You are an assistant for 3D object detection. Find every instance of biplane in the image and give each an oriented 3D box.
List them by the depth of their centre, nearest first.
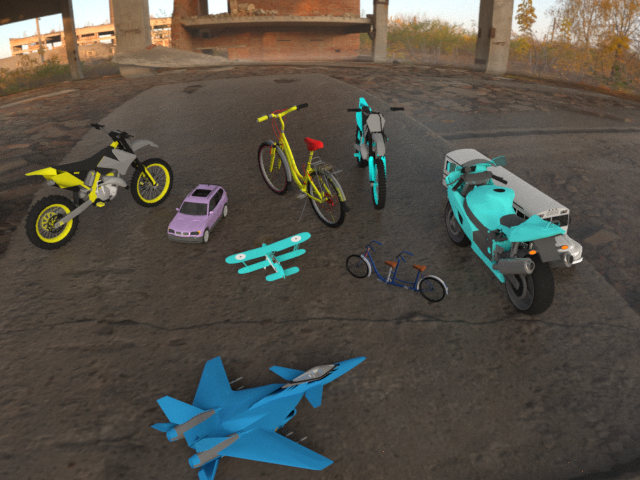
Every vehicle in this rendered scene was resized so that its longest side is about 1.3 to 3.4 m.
[{"bbox_3d":[-0.717,0.313,10.495,1.336,0.504,1.090,-10,30,-18],"label":"biplane"}]

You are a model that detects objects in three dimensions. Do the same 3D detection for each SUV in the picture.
[{"bbox_3d":[-2.054,-0.473,11.878,0.656,0.580,1.572,6,29,11],"label":"SUV"}]

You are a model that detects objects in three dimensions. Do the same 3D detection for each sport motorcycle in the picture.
[{"bbox_3d":[2.576,-0.162,10.227,0.983,1.596,2.955,-8,29,-15],"label":"sport motorcycle"}]

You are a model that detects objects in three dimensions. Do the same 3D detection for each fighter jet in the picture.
[{"bbox_3d":[-0.463,1.691,7.877,2.640,0.557,2.229,-21,34,-33],"label":"fighter jet"}]

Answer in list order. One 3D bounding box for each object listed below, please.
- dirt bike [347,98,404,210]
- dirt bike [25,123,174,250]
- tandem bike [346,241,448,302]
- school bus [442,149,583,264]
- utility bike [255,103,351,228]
[{"bbox_3d":[0.965,-1.785,13.172,1.024,1.666,2.903,-2,28,-5],"label":"dirt bike"},{"bbox_3d":[-3.640,-0.982,11.679,1.024,1.666,2.903,21,35,34],"label":"dirt bike"},{"bbox_3d":[1.087,0.432,10.088,1.642,0.682,0.283,16,32,28],"label":"tandem bike"},{"bbox_3d":[3.182,-0.593,11.822,0.709,0.844,3.322,-10,30,-18],"label":"school bus"},{"bbox_3d":[-0.434,-1.303,12.094,1.039,1.839,2.791,-19,34,-31],"label":"utility bike"}]
